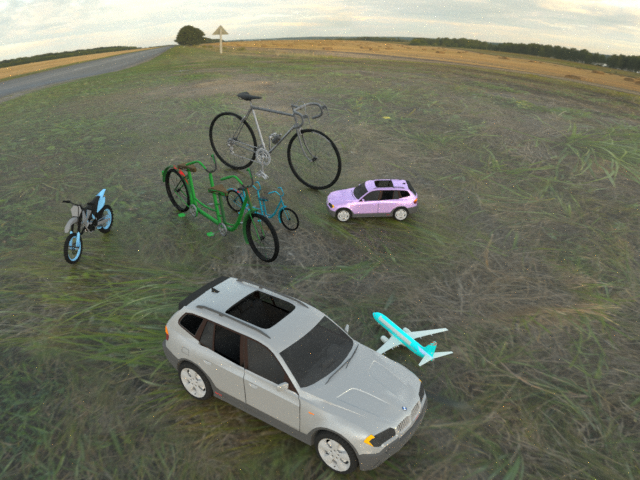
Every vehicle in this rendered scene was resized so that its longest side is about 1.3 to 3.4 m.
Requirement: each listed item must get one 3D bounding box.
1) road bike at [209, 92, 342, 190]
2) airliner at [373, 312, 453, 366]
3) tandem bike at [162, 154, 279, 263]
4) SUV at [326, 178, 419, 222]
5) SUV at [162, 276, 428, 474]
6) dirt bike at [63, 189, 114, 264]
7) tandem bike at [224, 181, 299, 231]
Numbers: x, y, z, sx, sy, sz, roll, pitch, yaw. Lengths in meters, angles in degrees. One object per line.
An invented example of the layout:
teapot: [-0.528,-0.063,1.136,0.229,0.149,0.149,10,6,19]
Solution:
road bike: [-0.901,-1.902,13.006,3.004,1.656,0.697,16,32,27]
airliner: [1.034,1.125,8.674,1.161,0.429,1.307,-16,32,-27]
tandem bike: [-1.666,-0.692,11.105,0.550,1.326,3.192,-23,36,-36]
SUV: [0.890,-0.706,11.917,1.572,0.580,0.656,-1,28,-2]
SUV: [-0.337,1.311,7.592,3.058,1.128,1.276,18,33,30]
dirt bike: [-3.583,-0.276,10.827,0.527,0.857,1.493,5,29,10]
tandem bike: [-0.995,-0.634,11.677,1.642,0.682,0.283,19,34,32]
